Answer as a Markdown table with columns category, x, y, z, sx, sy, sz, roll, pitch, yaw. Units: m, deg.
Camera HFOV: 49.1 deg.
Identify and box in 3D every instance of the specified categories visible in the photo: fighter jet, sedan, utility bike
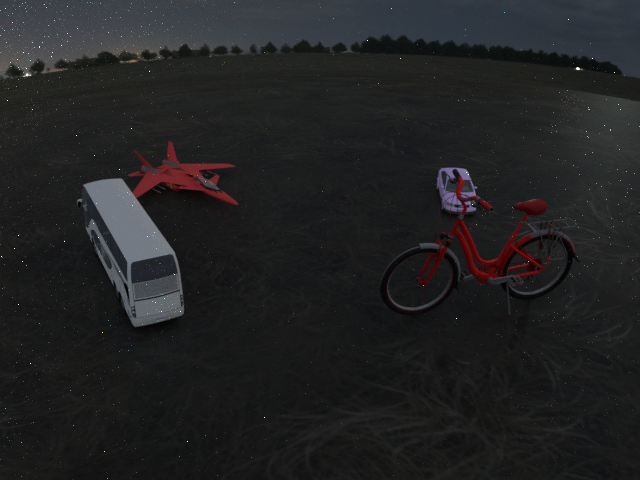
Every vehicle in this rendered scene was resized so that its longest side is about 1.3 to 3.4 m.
| category | x | y | z | sx | sy | sz | roll | pitch | yaw |
| --- | --- | --- | --- | --- | --- | --- | --- | --- | --- |
| fighter jet | -2.354 | -1.176 | 12.848 | 2.640 | 0.557 | 2.229 | 24 | 35 | 39 |
| sedan | 2.433 | -0.931 | 12.433 | 0.635 | 0.483 | 1.613 | 2 | 26 | 3 |
| utility bike | 2.129 | 0.120 | 8.771 | 2.791 | 1.839 | 1.039 | -6 | 27 | -13 |

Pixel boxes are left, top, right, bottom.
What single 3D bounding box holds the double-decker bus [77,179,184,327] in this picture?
| category | x | y | z | sx | sy | sz | roll | pitch | yaw |
| --- | --- | --- | --- | --- | --- | --- | --- | --- | --- |
| double-decker bus | -2.720 | 0.039 | 9.824 | 0.756 | 1.052 | 3.251 | -13 | 29 | -24 |
